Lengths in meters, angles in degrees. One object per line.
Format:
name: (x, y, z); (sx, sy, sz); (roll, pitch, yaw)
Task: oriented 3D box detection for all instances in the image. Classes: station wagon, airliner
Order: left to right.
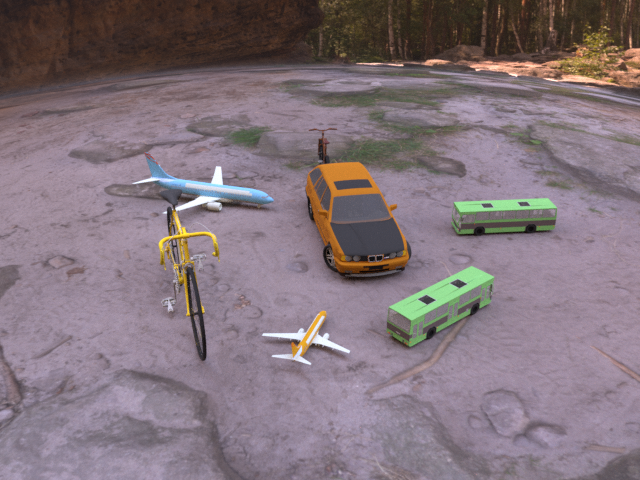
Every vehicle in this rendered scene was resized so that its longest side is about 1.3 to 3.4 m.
airliner: (-2.043, -1.075, 12.698); (2.541, 0.835, 2.257); (8, 28, 14)
airliner: (-0.137, 1.144, 8.862); (1.161, 0.429, 1.307); (9, 29, 17)
station wagon: (0.541, -0.469, 11.437); (1.327, 0.920, 3.105); (-5, 28, -9)

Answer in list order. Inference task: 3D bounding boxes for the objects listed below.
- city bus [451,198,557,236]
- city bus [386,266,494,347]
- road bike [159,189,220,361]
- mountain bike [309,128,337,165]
city bus: (3.086, -0.384, 11.773); (1.674, 0.460, 0.476); (-3, 28, -5)
city bus: (1.628, 0.881, 9.337); (1.674, 0.460, 0.476); (-21, 34, -35)
road bike: (-1.805, 0.275, 9.206); (0.696, 1.656, 3.004); (-9, 29, -16)
mountain bike: (0.089, -1.701, 13.868); (0.573, 0.868, 1.469); (-3, 28, -6)
